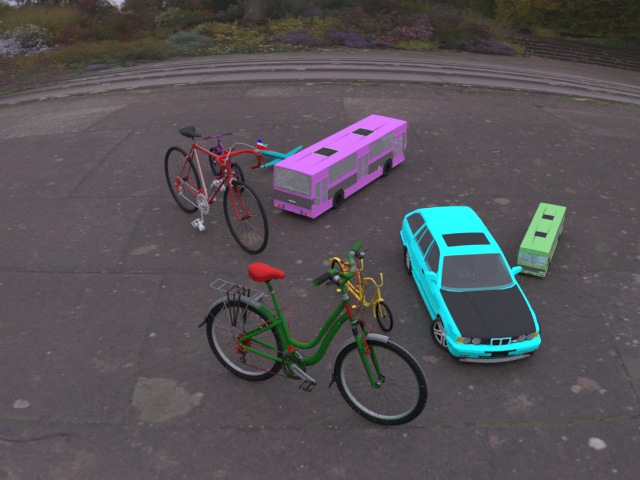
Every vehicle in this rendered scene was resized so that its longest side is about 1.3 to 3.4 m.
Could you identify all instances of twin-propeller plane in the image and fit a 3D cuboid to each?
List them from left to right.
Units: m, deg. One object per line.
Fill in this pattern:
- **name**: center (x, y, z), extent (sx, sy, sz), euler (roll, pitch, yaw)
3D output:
- **twin-propeller plane**: center (-0.829, -1.711, 13.866), extent (1.095, 0.407, 1.370), euler (18, 33, 29)

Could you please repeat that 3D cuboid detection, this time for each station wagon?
- **station wagon**: center (1.929, 0.417, 9.381), extent (1.327, 0.920, 3.105), euler (-3, 28, -5)

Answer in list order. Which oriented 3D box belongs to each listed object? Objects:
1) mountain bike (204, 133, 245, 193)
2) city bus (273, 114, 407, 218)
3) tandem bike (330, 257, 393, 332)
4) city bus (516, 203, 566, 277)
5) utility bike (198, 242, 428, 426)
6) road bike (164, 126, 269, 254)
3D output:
- **mountain bike**: center (-1.734, -1.433, 12.866), extent (0.573, 0.868, 1.469), euler (-16, 32, -27)
- **city bus**: center (0.459, -1.370, 12.722), extent (0.926, 0.894, 3.255), euler (18, 33, 30)
- **tandem bike**: center (0.531, 0.591, 9.310), extent (0.283, 0.682, 1.642), euler (-14, 31, -24)
- **city bus**: center (3.382, -0.012, 10.661), extent (0.476, 0.460, 1.674), euler (13, 31, 22)
- **utility bike**: center (-0.112, 0.900, 7.520), extent (2.791, 1.839, 1.039), euler (13, 31, 23)
- **road bike**: center (-1.718, -0.889, 11.027), extent (0.697, 1.656, 3.004), euler (-22, 35, -34)
